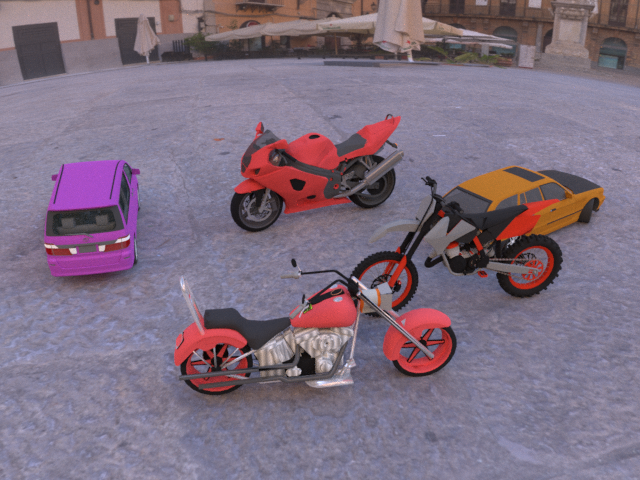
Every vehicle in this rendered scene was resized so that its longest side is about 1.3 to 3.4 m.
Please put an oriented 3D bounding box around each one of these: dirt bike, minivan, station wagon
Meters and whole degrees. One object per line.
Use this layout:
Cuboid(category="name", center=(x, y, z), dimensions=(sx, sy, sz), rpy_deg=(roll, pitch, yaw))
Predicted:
Cuboid(category="dirt bike", center=(1.752, 0.121, 8.687), dimensions=(2.903, 1.666, 1.024), rpy_deg=(-7, 28, -12))
Cuboid(category="minivan", center=(-3.352, -0.547, 10.468), dimensions=(1.324, 1.197, 3.011), rpy_deg=(-6, 28, -10))
Cuboid(category="station wagon", center=(3.168, -0.630, 10.924), dimensions=(3.105, 0.920, 1.327), rpy_deg=(-19, 33, -31))

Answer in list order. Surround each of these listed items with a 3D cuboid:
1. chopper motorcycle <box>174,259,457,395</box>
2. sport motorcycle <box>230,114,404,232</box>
Cuboid(category="chopper motorcycle", center=(-0.011, 0.914, 7.374), dimensions=(3.040, 1.480, 0.906), rpy_deg=(-5, 28, -9))
Cuboid(category="sport motorcycle", center=(-0.029, -1.075, 11.046), dimensions=(2.955, 1.596, 0.983), rpy_deg=(-13, 30, -23))
